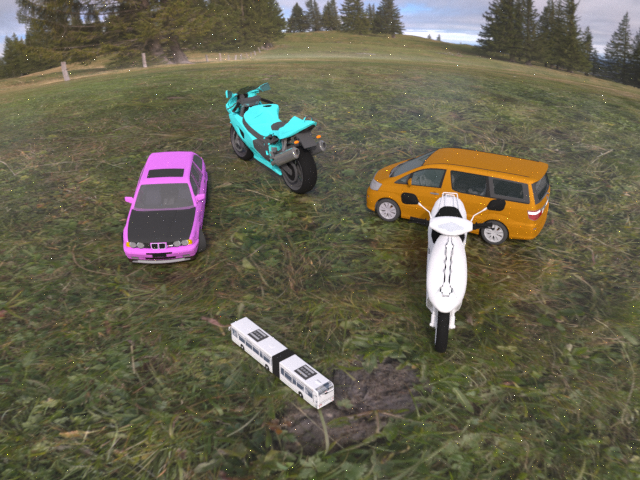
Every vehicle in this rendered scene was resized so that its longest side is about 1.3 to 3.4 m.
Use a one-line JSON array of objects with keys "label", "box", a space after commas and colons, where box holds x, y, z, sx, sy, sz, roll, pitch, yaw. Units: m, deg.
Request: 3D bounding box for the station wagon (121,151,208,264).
[{"label": "station wagon", "box": [-2.534, -0.675, 11.682, 1.327, 0.920, 3.105, -2, 28, -5]}]

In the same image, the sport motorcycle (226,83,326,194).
[{"label": "sport motorcycle", "box": [-0.957, -1.973, 13.376, 0.983, 1.596, 2.955, -19, 34, -31]}]

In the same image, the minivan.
[{"label": "minivan", "box": [2.269, -0.862, 11.739, 3.011, 1.197, 1.324, 14, 31, 24]}]

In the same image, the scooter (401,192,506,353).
[{"label": "scooter", "box": [1.699, 0.097, 9.341, 1.288, 1.786, 2.721, 5, 29, 9]}]

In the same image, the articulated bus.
[{"label": "articulated bus", "box": [-0.493, 1.443, 8.421, 0.311, 0.289, 1.749, -22, 35, -35]}]
